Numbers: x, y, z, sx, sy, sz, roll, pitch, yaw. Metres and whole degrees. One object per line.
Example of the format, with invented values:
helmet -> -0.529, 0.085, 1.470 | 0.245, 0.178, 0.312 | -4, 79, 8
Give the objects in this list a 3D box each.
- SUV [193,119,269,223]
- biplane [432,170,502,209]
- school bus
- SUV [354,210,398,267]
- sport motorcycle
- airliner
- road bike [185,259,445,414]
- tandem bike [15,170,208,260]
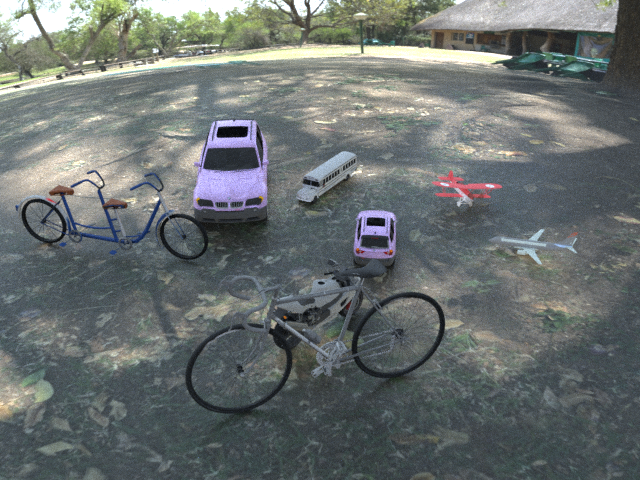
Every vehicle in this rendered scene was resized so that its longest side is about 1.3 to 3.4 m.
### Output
SUV -> -1.542, -1.291, 12.428 | 1.276, 1.128, 3.058 | -2, 28, -3
biplane -> 2.519, -0.907, 12.374 | 1.336, 0.504, 1.090 | -8, 29, -14
school bus -> 0.131, -1.164, 12.926 | 0.365, 0.434, 1.708 | 16, 32, 27
SUV -> 0.862, -0.119, 10.824 | 0.656, 0.580, 1.572 | 3, 28, 5
sport motorcycle -> -0.007, 0.813, 8.834 | 1.520, 0.821, 0.506 | -23, 36, -36
airliner -> 3.277, -0.013, 10.786 | 1.307, 0.429, 1.161 | 8, 29, 15
road bike -> 0.026, 1.016, 7.573 | 3.004, 1.656, 0.697 | -9, 30, -17
tandem bike -> -3.209, -0.414, 10.587 | 3.192, 1.326, 0.550 | 6, 29, 12
